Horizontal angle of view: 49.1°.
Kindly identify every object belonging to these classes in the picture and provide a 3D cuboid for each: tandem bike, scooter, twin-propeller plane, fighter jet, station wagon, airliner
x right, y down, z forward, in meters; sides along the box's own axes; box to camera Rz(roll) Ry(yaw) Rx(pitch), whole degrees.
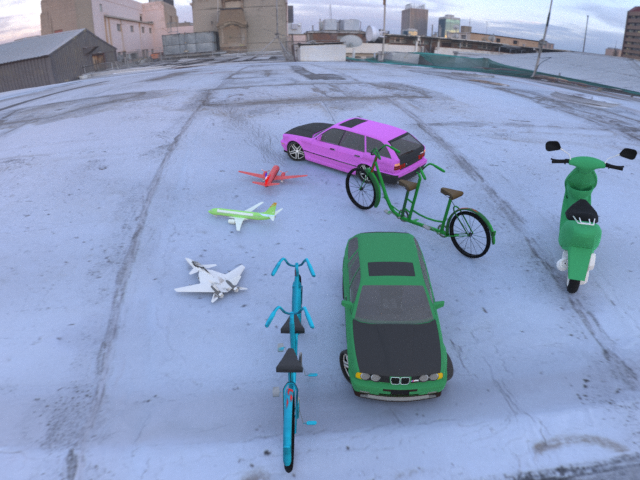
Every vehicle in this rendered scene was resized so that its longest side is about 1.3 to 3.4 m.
[{"bbox_3d":[-0.303,1.161,7.927,0.550,1.326,3.192,0,28,0],"label":"tandem bike"},{"bbox_3d":[3.916,-0.477,10.505,1.288,1.786,2.721,8,29,15],"label":"scooter"},{"bbox_3d":[-0.931,-1.271,13.455,1.370,0.407,1.095,4,28,8],"label":"twin-propeller plane"},{"bbox_3d":[-1.677,0.455,10.352,1.147,0.286,1.358,-20,34,-32],"label":"fighter jet"},{"bbox_3d":[0.612,-1.964,14.208,3.105,0.920,1.327,21,35,34],"label":"station wagon"},{"bbox_3d":[-1.329,-0.521,12.027,1.307,0.429,1.161,8,29,14],"label":"airliner"},{"bbox_3d":[1.544,-0.718,11.444,0.550,1.326,3.192,-23,36,-37],"label":"tandem bike"},{"bbox_3d":[0.902,0.795,9.043,1.327,0.920,3.105,0,28,0],"label":"station wagon"}]
